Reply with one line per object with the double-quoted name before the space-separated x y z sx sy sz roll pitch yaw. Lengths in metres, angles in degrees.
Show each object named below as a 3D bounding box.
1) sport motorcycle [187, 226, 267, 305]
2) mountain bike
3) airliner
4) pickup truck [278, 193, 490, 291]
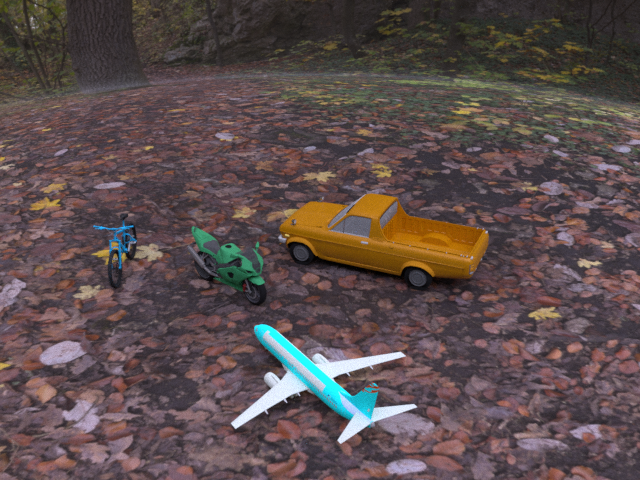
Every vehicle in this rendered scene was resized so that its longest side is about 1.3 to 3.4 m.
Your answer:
"sport motorcycle" -1.303 0.353 9.920 1.520 0.821 0.506 22 34 38
"mountain bike" -2.957 0.074 10.438 0.573 0.868 1.469 0 26 0
"airliner" -0.113 1.354 7.851 2.257 0.835 2.541 -16 30 -30
"pickup truck" 0.939 -0.091 10.636 3.117 0.993 1.244 11 28 22
